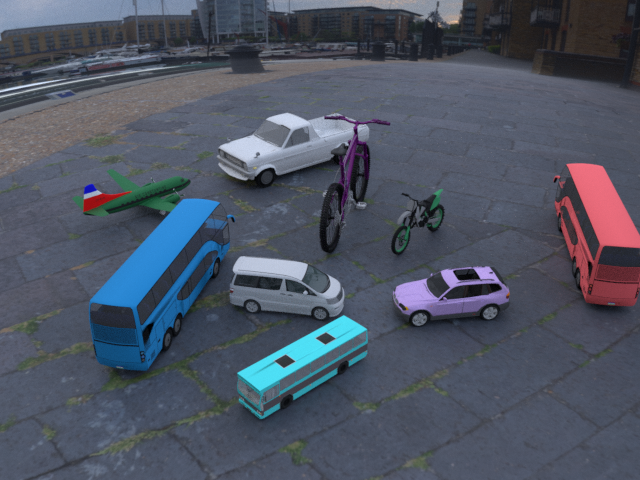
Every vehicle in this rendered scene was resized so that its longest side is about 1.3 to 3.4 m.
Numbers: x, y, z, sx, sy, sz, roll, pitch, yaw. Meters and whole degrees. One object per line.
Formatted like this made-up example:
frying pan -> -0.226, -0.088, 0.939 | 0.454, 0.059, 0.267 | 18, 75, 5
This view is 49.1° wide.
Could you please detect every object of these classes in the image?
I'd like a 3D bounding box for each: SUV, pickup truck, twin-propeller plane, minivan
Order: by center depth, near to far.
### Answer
SUV -> 1.762, 0.713, 9.410 | 1.572, 0.580, 0.656 | -4, 29, -8
minivan -> -0.439, 0.631, 9.525 | 1.548, 0.616, 0.681 | 5, 29, 9
twin-propeller plane -> -3.117, -0.848, 12.075 | 2.663, 0.792, 2.129 | 25, 37, 38
pickup truck -> -0.489, -1.964, 13.927 | 3.117, 0.993, 1.244 | -21, 35, -33

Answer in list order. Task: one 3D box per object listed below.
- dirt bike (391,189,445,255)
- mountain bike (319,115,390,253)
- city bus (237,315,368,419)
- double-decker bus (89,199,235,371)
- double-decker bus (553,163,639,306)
dirt bike -> 1.583, -0.347, 11.079 | 0.527, 0.857, 1.493 | 21, 35, 34
mountain bike -> 0.458, -1.009, 11.431 | 1.114, 1.688, 2.857 | 8, 29, 15
city bus -> -0.170, 1.463, 8.150 | 1.674, 0.460, 0.476 | -24, 36, -37
double-decker bus -> -2.012, 0.433, 9.433 | 0.756, 1.052, 3.251 | 6, 29, 11
double-decker bus -> 4.158, -0.216, 10.632 | 0.756, 1.052, 3.251 | 4, 29, 8
